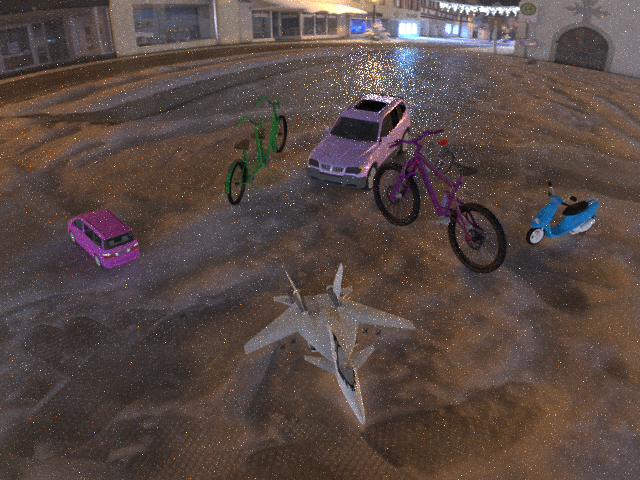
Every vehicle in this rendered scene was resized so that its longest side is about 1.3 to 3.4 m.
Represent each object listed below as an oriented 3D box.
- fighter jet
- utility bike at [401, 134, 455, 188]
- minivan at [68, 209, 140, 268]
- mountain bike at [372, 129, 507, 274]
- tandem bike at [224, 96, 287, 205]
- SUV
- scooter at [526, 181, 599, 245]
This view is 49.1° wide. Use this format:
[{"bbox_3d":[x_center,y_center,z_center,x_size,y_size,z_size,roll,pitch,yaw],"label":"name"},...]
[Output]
[{"bbox_3d":[0.191,1.232,8.734,2.229,0.557,2.640,-7,31,-11],"label":"fighter jet"},{"bbox_3d":[2.069,-1.487,12.937,1.435,0.946,0.535,-22,37,-32],"label":"utility bike"},{"bbox_3d":[-3.426,-0.116,10.949,0.681,0.616,1.548,-23,38,-33],"label":"minivan"},{"bbox_3d":[1.784,-0.648,10.796,1.114,1.688,2.857,-21,36,-31],"label":"mountain bike"},{"bbox_3d":[-1.149,-1.785,13.067,0.550,1.326,3.192,8,32,14],"label":"tandem bike"},{"bbox_3d":[0.828,-1.991,13.608,1.276,1.128,3.058,13,33,21],"label":"SUV"},{"bbox_3d":[3.916,-0.431,11.183,1.399,0.919,0.662,-12,33,-20],"label":"scooter"}]
